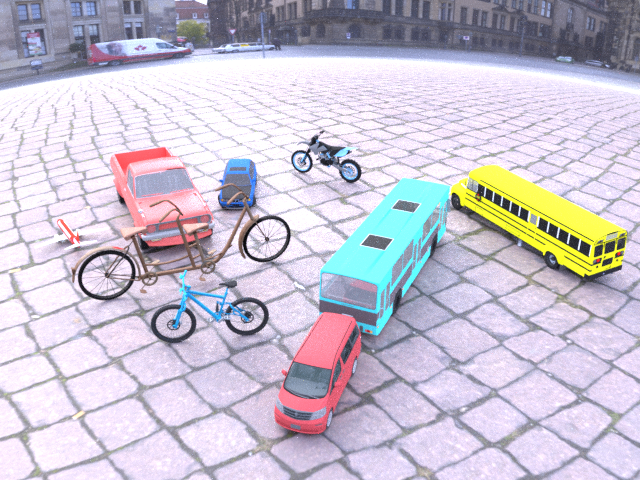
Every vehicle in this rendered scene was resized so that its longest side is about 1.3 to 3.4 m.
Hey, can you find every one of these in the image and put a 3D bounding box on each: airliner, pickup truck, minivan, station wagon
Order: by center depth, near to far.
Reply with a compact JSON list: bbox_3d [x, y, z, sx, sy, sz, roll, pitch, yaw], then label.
[{"bbox_3d":[-0.002,1.465,7.880,0.681,0.616,1.548,9,30,17],"label":"minivan"},{"bbox_3d":[-3.998,-0.178,11.135,1.161,0.429,1.307,-18,33,-29],"label":"airliner"},{"bbox_3d":[-2.752,-0.894,11.873,1.244,0.993,3.117,-12,30,-21],"label":"pickup truck"},{"bbox_3d":[-1.484,-1.065,12.741,0.682,0.473,1.597,-1,28,-2],"label":"station wagon"}]

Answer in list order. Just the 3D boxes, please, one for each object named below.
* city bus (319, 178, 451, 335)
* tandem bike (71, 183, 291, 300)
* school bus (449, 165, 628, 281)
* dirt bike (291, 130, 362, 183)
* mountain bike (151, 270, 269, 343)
[{"bbox_3d":[1.021,0.151,10.031,0.926,0.894,3.255,12,31,22],"label":"city bus"},{"bbox_3d":[-1.879,0.001,9.855,3.192,1.326,0.550,-13,31,-23],"label":"tandem bike"},{"bbox_3d":[3.291,-0.416,11.141,0.709,0.844,3.322,-14,31,-24],"label":"school bus"},{"bbox_3d":[0.105,-1.579,13.292,1.493,0.857,0.527,13,31,23],"label":"dirt bike"},{"bbox_3d":[-1.375,0.869,8.723,1.469,0.868,0.573,-5,29,-9],"label":"mountain bike"}]
